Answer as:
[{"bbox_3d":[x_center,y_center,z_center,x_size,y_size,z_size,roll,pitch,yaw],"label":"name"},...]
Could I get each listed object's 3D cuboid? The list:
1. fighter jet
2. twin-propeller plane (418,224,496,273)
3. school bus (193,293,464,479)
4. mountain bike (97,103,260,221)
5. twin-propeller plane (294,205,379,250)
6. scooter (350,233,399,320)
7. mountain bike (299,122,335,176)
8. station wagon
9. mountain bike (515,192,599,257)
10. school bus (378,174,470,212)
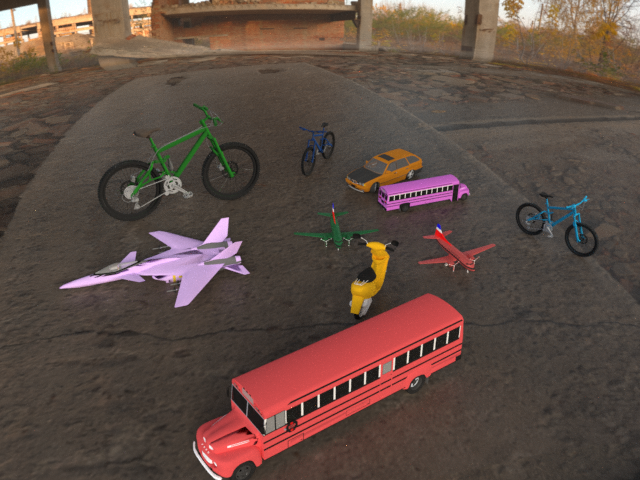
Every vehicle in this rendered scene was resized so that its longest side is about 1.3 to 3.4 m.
[{"bbox_3d":[-2.464,0.300,10.252,2.640,0.557,2.229,-11,31,-18],"label":"fighter jet"},{"bbox_3d":[2.049,0.137,10.690,1.370,0.407,1.095,-12,32,-21],"label":"twin-propeller plane"},{"bbox_3d":[0.170,1.559,7.750,3.322,0.844,0.709,-19,35,-30],"label":"school bus"},{"bbox_3d":[-2.358,-1.273,11.873,2.857,1.688,1.114,-14,32,-23],"label":"mountain bike"},{"bbox_3d":[0.255,-0.208,11.295,1.370,0.407,1.095,-2,30,-4],"label":"twin-propeller plane"},{"bbox_3d":[0.703,0.434,9.650,0.662,0.919,1.399,11,31,18],"label":"scooter"},{"bbox_3d":[-0.028,-1.846,13.708,0.573,0.868,1.469,13,32,22],"label":"mountain bike"},{"bbox_3d":[1.214,-1.339,13.217,1.597,0.473,0.682,-23,37,-34],"label":"station wagon"},{"bbox_3d":[3.724,-0.304,11.000,0.573,0.868,1.469,-24,37,-35],"label":"mountain bike"},{"bbox_3d":[1.869,-0.841,12.381,1.708,0.434,0.365,-11,31,-19],"label":"school bus"}]
